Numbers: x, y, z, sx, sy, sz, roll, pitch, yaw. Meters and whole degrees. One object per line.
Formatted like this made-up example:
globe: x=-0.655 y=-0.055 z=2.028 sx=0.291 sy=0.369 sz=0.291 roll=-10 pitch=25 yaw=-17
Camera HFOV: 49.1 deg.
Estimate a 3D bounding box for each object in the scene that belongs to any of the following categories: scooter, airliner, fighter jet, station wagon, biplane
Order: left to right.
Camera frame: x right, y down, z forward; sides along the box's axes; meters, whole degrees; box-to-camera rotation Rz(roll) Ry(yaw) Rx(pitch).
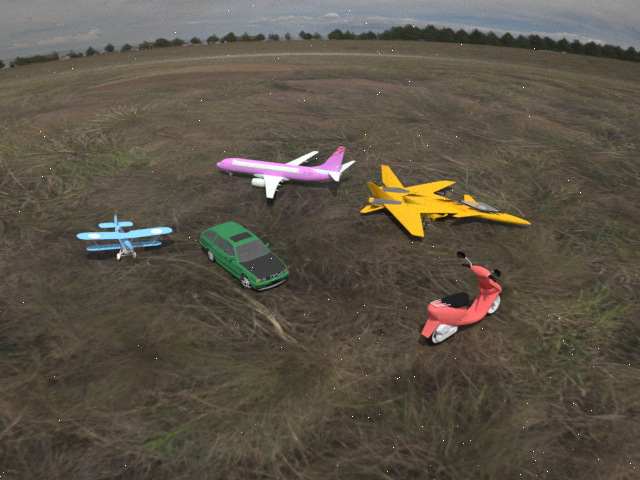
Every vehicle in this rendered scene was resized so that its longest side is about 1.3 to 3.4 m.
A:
biplane: x=-2.872 y=-0.043 z=10.280 sx=1.336 sy=0.504 sz=1.090 roll=-14 pitch=31 yaw=-24
station wagon: x=-1.087 y=0.174 z=9.907 sx=0.682 sy=0.473 sz=1.597 roll=-20 pitch=34 yaw=-33
airliner: x=-0.722 y=-1.407 z=12.487 sx=2.541 sy=0.835 sz=2.257 roll=10 pitch=30 yaw=17
fighter jet: x=2.085 y=-0.636 z=11.338 sx=2.640 sy=0.557 sz=2.229 roll=11 pitch=30 yaw=19
scooter: x=1.764 y=0.700 z=8.447 sx=1.399 sy=0.919 sz=0.662 roll=-21 pitch=34 yaw=-34
